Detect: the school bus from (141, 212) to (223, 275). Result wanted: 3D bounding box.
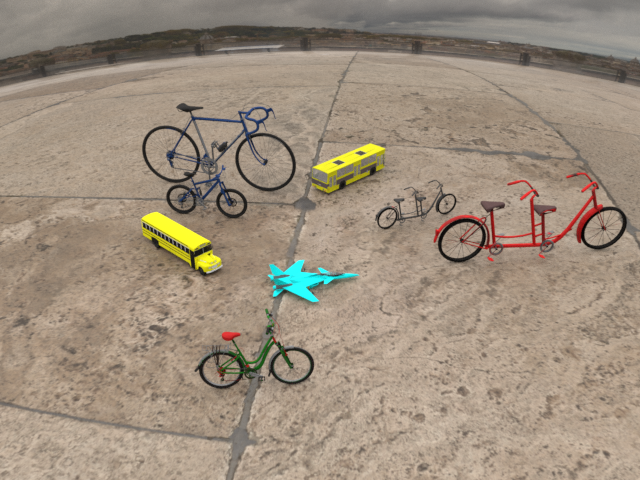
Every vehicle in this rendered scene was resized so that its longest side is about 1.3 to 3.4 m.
[{"bbox_3d":[-2.196,0.045,11.085,1.708,0.434,0.365,26,39,37],"label":"school bus"}]

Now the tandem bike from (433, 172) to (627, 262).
[{"bbox_3d":[3.315,-0.324,10.832,3.192,1.326,0.550,-5,30,-8],"label":"tandem bike"}]

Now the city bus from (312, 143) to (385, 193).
[{"bbox_3d":[0.576,-1.381,13.534,0.476,0.460,1.674,26,39,37],"label":"city bus"}]

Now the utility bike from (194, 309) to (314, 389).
[{"bbox_3d":[-0.789,1.329,8.343,1.435,0.946,0.535,-2,30,-4],"label":"utility bike"}]

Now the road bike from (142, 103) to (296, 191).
[{"bbox_3d":[-1.912,-1.736,12.953,3.004,1.656,0.697,6,30,10],"label":"road bike"}]

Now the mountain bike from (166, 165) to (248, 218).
[{"bbox_3d":[-1.979,-0.808,12.131,1.469,0.868,0.573,5,30,9],"label":"mountain bike"}]

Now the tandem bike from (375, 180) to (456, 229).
[{"bbox_3d":[1.665,-0.617,11.986,1.642,0.682,0.283,-14,33,-22],"label":"tandem bike"}]

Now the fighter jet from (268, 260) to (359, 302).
[{"bbox_3d":[-0.071,0.522,10.405,1.358,0.286,1.147,-6,30,-10],"label":"fighter jet"}]
